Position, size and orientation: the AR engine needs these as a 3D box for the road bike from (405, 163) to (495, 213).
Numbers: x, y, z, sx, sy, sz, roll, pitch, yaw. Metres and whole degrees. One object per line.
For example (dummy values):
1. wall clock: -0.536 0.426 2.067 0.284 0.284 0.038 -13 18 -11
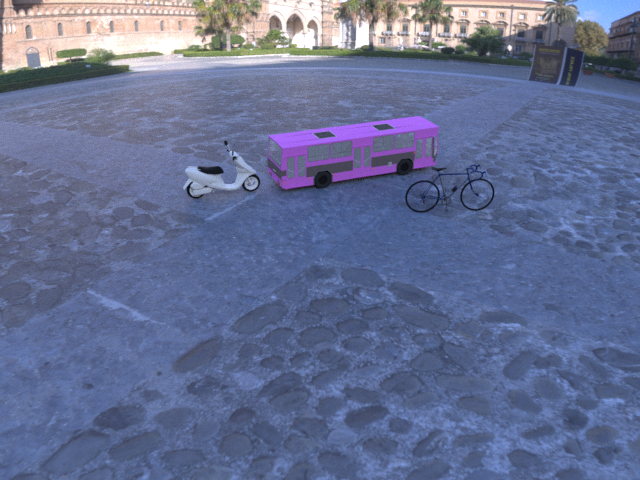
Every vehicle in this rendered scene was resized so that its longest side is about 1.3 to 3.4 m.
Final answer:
1. road bike: 2.214 -0.868 11.858 1.545 0.852 0.358 -2 27 -4

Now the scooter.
1. scooter: -1.759 -1.228 12.497 1.399 0.919 0.662 -9 28 -17

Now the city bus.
1. city bus: 0.659 -1.657 13.373 3.255 0.894 0.926 -11 29 -20
